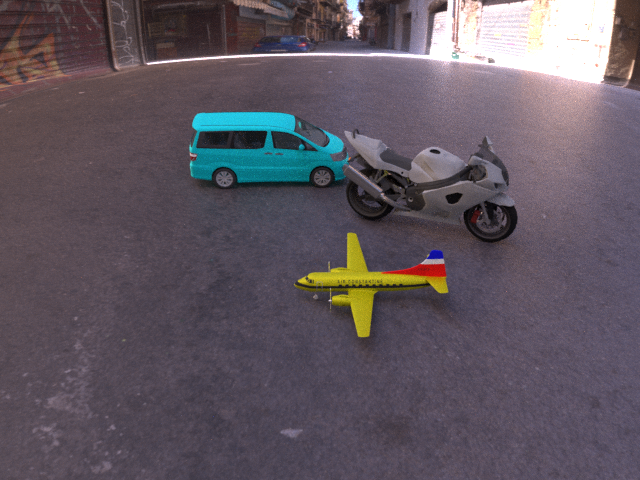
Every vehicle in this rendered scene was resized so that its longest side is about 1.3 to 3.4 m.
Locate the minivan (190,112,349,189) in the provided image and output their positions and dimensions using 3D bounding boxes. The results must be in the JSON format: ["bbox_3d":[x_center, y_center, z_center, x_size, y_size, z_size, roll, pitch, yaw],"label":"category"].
[{"bbox_3d":[-0.949,-1.756,13.320,3.011,1.197,1.324,-1,29,-2],"label":"minivan"}]

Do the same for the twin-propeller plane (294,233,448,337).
[{"bbox_3d":[0.702,0.489,9.730,2.129,0.792,2.663,0,29,-1],"label":"twin-propeller plane"}]

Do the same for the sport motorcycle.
[{"bbox_3d":[1.759,-0.896,11.377,2.955,1.596,0.983,12,32,21],"label":"sport motorcycle"}]
